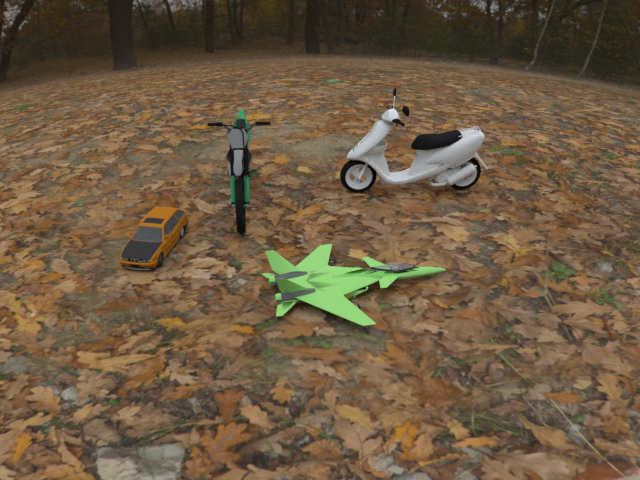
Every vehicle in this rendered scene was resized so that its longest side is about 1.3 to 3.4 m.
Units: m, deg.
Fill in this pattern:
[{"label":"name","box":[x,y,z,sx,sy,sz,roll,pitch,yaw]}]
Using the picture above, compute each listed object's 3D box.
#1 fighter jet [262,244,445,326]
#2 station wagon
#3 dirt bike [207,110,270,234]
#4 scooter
[{"label":"fighter jet","box":[0.564,0.435,9.901,2.640,0.557,2.229,-7,29,-12]},{"label":"station wagon","box":[-2.589,-0.080,10.955,0.682,0.473,1.597,5,28,9]},{"label":"dirt bike","box":[-1.343,-1.341,12.051,1.024,1.666,2.903,-2,28,-4]},{"label":"scooter","box":[1.723,-1.711,12.618,2.721,1.786,1.288,-2,28,-4]}]
